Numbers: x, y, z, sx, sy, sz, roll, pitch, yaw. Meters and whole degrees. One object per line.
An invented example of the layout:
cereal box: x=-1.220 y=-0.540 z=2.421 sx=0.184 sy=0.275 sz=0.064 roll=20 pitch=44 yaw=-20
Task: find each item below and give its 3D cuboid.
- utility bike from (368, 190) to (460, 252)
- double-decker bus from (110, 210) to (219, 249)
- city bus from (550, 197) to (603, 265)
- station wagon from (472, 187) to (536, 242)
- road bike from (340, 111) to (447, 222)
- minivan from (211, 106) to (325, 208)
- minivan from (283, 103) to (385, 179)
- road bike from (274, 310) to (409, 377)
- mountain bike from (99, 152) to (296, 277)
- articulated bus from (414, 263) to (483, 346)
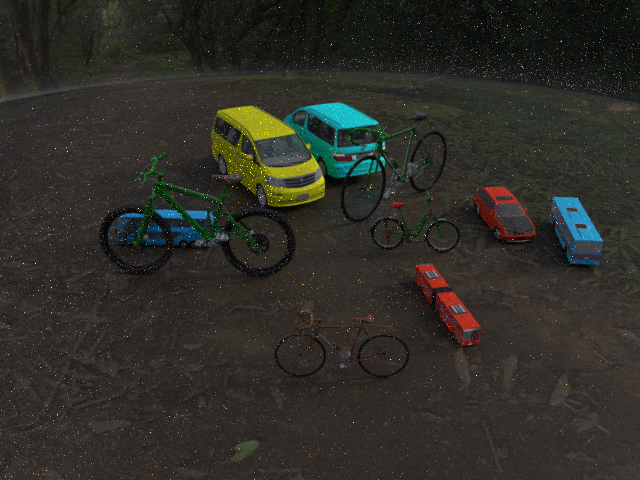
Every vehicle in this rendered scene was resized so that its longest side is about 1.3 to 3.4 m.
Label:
utility bike: x=1.466 y=-0.291 z=10.878 sx=1.435 sy=0.946 sz=0.535 roll=3 pitch=27 yaw=6
double-decker bus: x=-2.459 y=-0.186 z=11.123 sx=1.672 sy=0.541 sz=0.389 roll=2 pitch=26 yaw=3
city bus: x=4.043 y=-0.148 z=11.136 sx=0.476 sy=0.460 sz=1.674 roll=2 pitch=26 yaw=5
station wagon: x=3.092 y=-0.475 z=11.781 sx=0.682 sy=0.473 sz=1.597 roll=-3 pitch=27 yaw=-7
road bike: x=1.371 y=-1.374 z=12.265 sx=0.696 sy=1.656 sz=3.004 roll=23 pitch=34 yaw=38
minivan: x=-1.035 y=-1.614 z=13.266 sx=1.324 sy=1.197 sz=3.011 roll=-14 pitch=30 yaw=-26
minivan: x=0.183 y=-2.177 z=14.402 sx=1.324 sy=1.197 sz=3.011 roll=-12 pitch=29 yaw=-22
road bike: x=0.250 y=1.210 z=7.956 sx=1.545 sy=0.852 sz=0.358 roll=0 pitch=26 yaw=1
mountain bike: x=-1.771 y=-0.256 z=9.973 sx=2.857 sy=1.688 sz=1.114 roll=1 pitch=26 yaw=2
articulated bus: x=1.669 y=0.827 z=9.362 sx=0.311 sy=0.289 sz=1.749 roll=-6 pitch=27 yaw=-11
